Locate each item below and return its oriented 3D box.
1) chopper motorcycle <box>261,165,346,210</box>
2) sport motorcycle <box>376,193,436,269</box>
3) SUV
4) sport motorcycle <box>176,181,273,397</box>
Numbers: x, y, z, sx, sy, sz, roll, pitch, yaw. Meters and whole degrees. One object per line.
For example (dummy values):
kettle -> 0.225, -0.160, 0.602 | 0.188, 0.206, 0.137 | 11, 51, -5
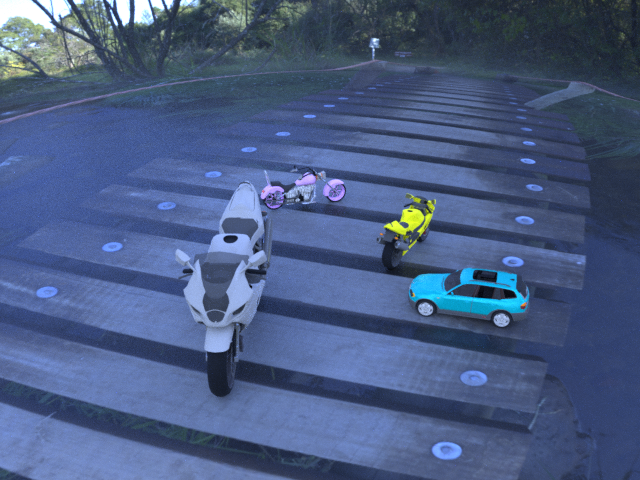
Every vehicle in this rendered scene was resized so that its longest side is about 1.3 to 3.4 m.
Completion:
chopper motorcycle -> -0.280, -0.950, 12.274 | 1.563, 0.761, 0.466 | -10, 28, -19
sport motorcycle -> 1.335, -0.151, 10.604 | 0.506, 0.821, 1.520 | 16, 31, 29
SUV -> 1.953, 0.684, 9.199 | 1.572, 0.580, 0.656 | 7, 27, 14
sport motorcycle -> -1.037, 0.484, 8.460 | 0.983, 1.596, 2.955 | 1, 27, 2
